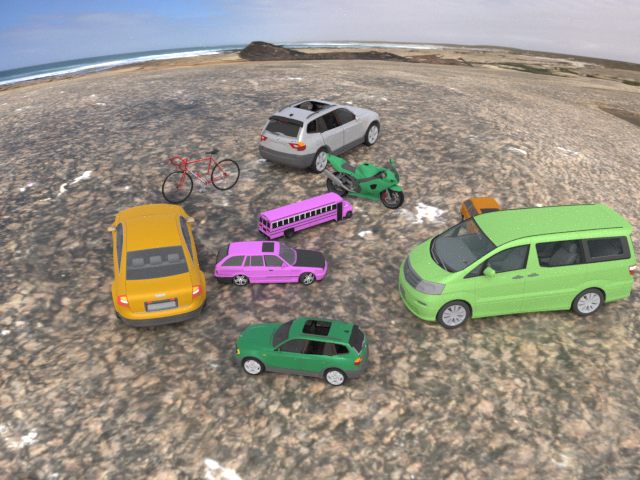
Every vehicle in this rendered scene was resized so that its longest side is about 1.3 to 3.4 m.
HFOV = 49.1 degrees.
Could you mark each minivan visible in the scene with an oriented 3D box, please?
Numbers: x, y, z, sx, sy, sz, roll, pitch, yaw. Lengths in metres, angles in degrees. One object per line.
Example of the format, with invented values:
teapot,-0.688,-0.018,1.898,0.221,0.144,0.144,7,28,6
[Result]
minivan,2.568,0.281,9.271,3.011,1.197,1.324,-4,28,-8

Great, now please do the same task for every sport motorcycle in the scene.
sport motorcycle,0.763,-1.033,12.156,1.520,0.821,0.506,15,31,25

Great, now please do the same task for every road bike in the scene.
road bike,-2.092,-1.160,12.364,1.545,0.852,0.358,-19,33,-32

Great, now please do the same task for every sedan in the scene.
sedan,-2.327,0.122,9.847,1.235,0.940,3.137,-7,29,-13

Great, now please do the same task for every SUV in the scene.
SUV,-0.215,1.223,8.149,1.572,0.580,0.656,5,28,10
SUV,0.059,-2.288,14.200,1.276,1.128,3.058,18,33,31

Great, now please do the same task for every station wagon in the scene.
station wagon,-0.697,0.303,10.003,1.597,0.473,0.682,-1,28,-1
station wagon,2.665,-0.234,11.018,0.682,0.473,1.597,-1,28,-2

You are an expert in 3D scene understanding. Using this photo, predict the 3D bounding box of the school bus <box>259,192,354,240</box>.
school bus,-0.185,-0.417,11.405,1.708,0.434,0.365,-19,33,-31
